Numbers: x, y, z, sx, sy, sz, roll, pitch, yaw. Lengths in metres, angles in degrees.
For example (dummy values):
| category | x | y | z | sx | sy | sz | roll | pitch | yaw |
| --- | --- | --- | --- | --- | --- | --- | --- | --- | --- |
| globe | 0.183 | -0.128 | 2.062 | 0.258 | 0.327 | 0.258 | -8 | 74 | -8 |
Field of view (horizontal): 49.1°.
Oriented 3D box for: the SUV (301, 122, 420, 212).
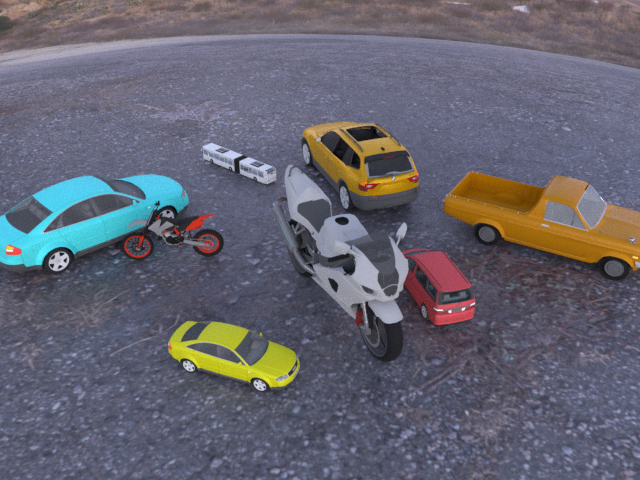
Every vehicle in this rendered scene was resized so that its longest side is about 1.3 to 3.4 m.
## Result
| category | x | y | z | sx | sy | sz | roll | pitch | yaw |
| --- | --- | --- | --- | --- | --- | --- | --- | --- | --- |
| SUV | 0.649 | -1.516 | 12.326 | 1.276 | 1.128 | 3.058 | -11 | 33 | -18 |

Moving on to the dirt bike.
| category | x | y | z | sx | sy | sz | roll | pitch | yaw |
| --- | --- | --- | --- | --- | --- | --- | --- | --- | --- |
| dirt bike | -2.173 | -0.093 | 10.241 | 1.493 | 0.857 | 0.527 | -3 | 31 | -5 |

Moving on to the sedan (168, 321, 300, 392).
| category | x | y | z | sx | sy | sz | roll | pitch | yaw |
| --- | --- | --- | --- | --- | --- | --- | --- | --- | --- |
| sedan | -1.022 | 1.311 | 8.286 | 1.613 | 0.483 | 0.635 | 11 | 33 | 18 |

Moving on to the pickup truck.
| category | x | y | z | sx | sy | sz | roll | pitch | yaw |
| --- | --- | --- | --- | --- | --- | --- | --- | --- | --- |
| pickup truck | 3.483 | -0.402 | 10.621 | 3.117 | 0.993 | 1.244 | 17 | 35 | 26 |

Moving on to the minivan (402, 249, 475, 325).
| category | x | y | z | sx | sy | sz | roll | pitch | yaw |
| --- | --- | --- | --- | --- | --- | --- | --- | --- | --- |
| minivan | 1.516 | 0.511 | 9.478 | 0.681 | 0.616 | 1.548 | -9 | 32 | -14 |

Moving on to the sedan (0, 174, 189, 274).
| category | x | y | z | sx | sy | sz | roll | pitch | yaw |
| --- | --- | --- | --- | --- | --- | --- | --- | --- | --- |
| sedan | -3.494 | -0.453 | 10.755 | 3.137 | 0.940 | 1.235 | -26 | 40 | -36 |

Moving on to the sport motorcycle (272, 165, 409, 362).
| category | x | y | z | sx | sy | sz | roll | pitch | yaw |
| --- | --- | --- | --- | --- | --- | --- | --- | --- | --- |
| sport motorcycle | 0.242 | 0.236 | 8.986 | 0.983 | 1.596 | 2.955 | -15 | 34 | -23 |

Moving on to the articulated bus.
| category | x | y | z | sx | sy | sz | roll | pitch | yaw |
| --- | --- | --- | --- | --- | --- | --- | --- | --- | --- |
| articulated bus | -1.520 | -1.429 | 12.993 | 1.749 | 0.289 | 0.311 | 24 | 39 | 34 |
